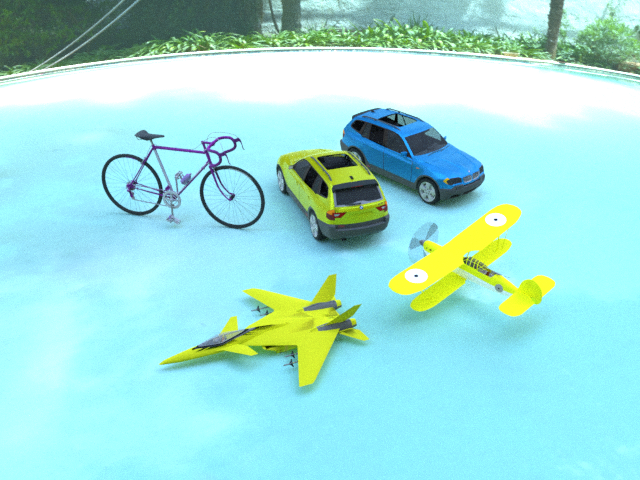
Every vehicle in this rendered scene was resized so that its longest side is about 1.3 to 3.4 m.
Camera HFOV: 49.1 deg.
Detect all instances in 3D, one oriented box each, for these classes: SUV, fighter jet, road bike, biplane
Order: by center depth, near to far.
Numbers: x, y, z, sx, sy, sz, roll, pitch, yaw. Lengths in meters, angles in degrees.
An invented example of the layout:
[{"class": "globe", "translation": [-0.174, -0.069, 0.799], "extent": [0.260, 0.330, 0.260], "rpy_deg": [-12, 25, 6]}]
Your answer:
[{"class": "fighter jet", "translation": [-0.786, 1.134, 9.046], "extent": [2.640, 0.557, 2.229], "rpy_deg": [-12, 32, -20]}, {"class": "biplane", "translation": [2.164, 0.452, 9.818], "extent": [2.598, 0.981, 2.120], "rpy_deg": [-23, 37, -35]}, {"class": "road bike", "translation": [-2.359, -1.043, 11.765], "extent": [3.004, 1.656, 0.696], "rpy_deg": [8, 31, 13]}, {"class": "SUV", "translation": [0.162, -1.021, 12.261], "extent": [1.276, 1.128, 3.058], "rpy_deg": [-10, 31, -17]}, {"class": "SUV", "translation": [1.728, -1.709, 13.472], "extent": [1.276, 1.128, 3.058], "rpy_deg": [-24, 37, -35]}]
